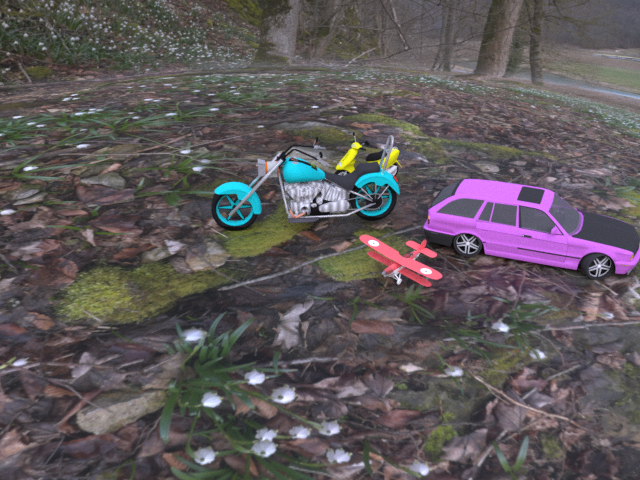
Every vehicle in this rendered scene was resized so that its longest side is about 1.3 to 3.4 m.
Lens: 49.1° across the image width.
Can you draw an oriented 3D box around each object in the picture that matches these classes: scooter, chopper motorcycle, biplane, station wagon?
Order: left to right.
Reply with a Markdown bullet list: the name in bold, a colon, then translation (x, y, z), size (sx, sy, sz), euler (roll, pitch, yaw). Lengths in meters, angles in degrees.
- **chopper motorcycle**: translation (-0.224, -0.912, 11.176), size (3.040, 1.480, 0.906), euler (-3, 27, -5)
- **scooter**: translation (0.886, -1.496, 12.960), size (1.399, 0.919, 0.662), euler (-10, 29, -20)
- **biplane**: translation (1.207, 0.299, 9.857), size (1.336, 0.504, 1.090), euler (21, 33, 35)
- **station wagon**: translation (3.176, -0.255, 10.494), size (3.105, 0.920, 1.327), euler (11, 29, 20)
